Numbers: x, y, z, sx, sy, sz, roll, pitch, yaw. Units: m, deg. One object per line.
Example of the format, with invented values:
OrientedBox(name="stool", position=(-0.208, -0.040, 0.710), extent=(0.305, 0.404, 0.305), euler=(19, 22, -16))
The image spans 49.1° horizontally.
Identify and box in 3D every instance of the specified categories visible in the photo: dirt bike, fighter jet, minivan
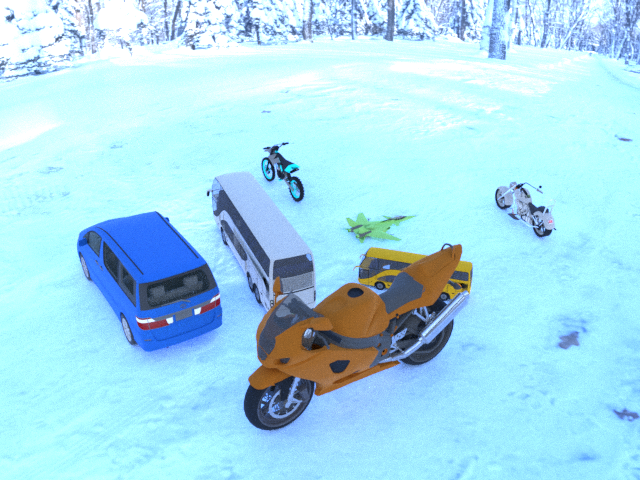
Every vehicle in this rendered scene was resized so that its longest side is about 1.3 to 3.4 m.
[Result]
OrientedBox(name="dirt bike", position=(-0.712, -1.297, 12.856), extent=(0.527, 0.857, 1.493), euler=(-18, 34, -28))
OrientedBox(name="fighter jet", position=(1.084, -0.320, 11.700), extent=(1.358, 0.286, 1.147), euler=(-17, 33, -27))
OrientedBox(name="minivan", position=(-2.462, 0.315, 9.643), extent=(1.324, 1.197, 3.011), euler=(-18, 34, -28))

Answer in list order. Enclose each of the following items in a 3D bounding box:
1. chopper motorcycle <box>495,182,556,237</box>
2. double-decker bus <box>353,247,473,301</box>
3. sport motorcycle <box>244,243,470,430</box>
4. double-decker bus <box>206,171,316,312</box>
OrientedBox(name="chopper motorcycle", position=(3.438, -0.635, 11.776), extent=(0.466, 0.761, 1.563), euler=(-10, 31, -17))
OrientedBox(name="double-decker bus", position=(1.329, 0.477, 10.025), extent=(1.672, 0.541, 0.389), euler=(9, 31, 15))
OrientedBox(name="sport motorcycle", position=(0.438, 1.066, 7.903), extent=(2.955, 1.596, 0.983), euler=(-18, 34, -29))
OrientedBox(name="double-decker bus", position=(-0.937, -0.069, 10.475), extent=(0.756, 1.052, 3.251), euler=(-11, 31, -19))
